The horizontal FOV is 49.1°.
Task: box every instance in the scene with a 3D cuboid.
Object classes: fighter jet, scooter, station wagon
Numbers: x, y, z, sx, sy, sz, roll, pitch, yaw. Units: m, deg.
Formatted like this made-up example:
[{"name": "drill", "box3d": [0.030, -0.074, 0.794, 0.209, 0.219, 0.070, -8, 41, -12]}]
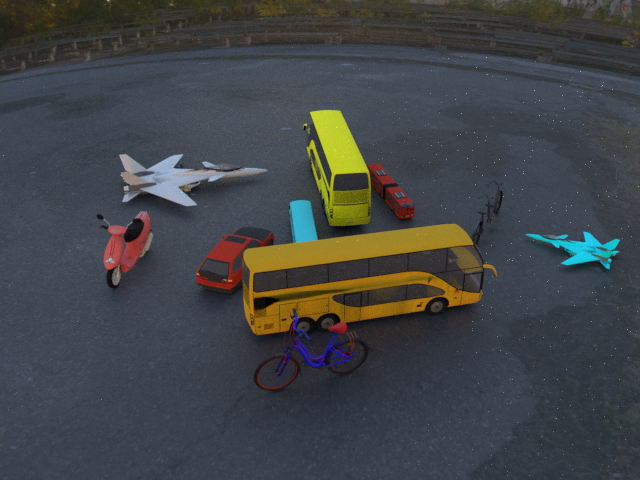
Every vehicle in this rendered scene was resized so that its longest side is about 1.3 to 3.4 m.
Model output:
[{"name": "fighter jet", "box3d": [-2.235, -1.254, 12.549, 2.640, 0.557, 2.229, -8, 31, -13]}, {"name": "scooter", "box3d": [-2.752, -0.008, 10.023, 0.662, 0.919, 1.399, 6, 30, 10]}, {"name": "fighter jet", "box3d": [3.780, 0.026, 10.598, 1.358, 0.286, 1.147, 19, 35, 29]}, {"name": "station wagon", "box3d": [-1.191, 0.178, 10.147, 0.682, 0.473, 1.597, 10, 31, 17]}]

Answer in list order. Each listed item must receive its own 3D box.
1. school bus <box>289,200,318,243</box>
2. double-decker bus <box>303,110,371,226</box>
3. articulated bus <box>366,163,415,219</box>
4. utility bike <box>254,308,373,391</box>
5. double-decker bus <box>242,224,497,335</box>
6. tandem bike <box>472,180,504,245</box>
[{"name": "school bus", "box3d": [-0.258, -0.165, 10.781, 0.365, 0.434, 1.708, -3, 30, -5]}, {"name": "double-decker bus", "box3d": [0.263, -1.364, 12.244, 0.756, 1.052, 3.251, -4, 30, -7]}, {"name": "articulated bus", "box3d": [1.195, -0.871, 12.153, 0.311, 0.289, 1.749, -8, 31, -14]}, {"name": "utility bike", "box3d": [-0.038, 1.255, 7.803, 1.435, 0.946, 0.535, -10, 32, -17]}, {"name": "double-decker bus", "box3d": [0.629, 0.485, 9.034, 3.251, 1.052, 0.756, -7, 31, -12]}, {"name": "tandem bike", "box3d": [2.669, -0.474, 11.070, 0.283, 0.682, 1.642, 15, 33, 24]}]
